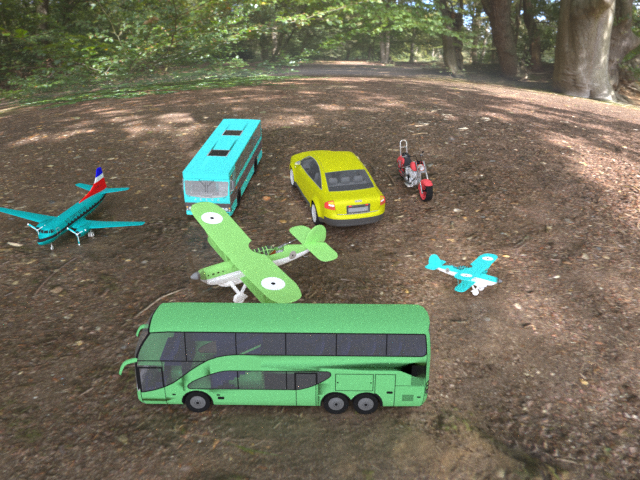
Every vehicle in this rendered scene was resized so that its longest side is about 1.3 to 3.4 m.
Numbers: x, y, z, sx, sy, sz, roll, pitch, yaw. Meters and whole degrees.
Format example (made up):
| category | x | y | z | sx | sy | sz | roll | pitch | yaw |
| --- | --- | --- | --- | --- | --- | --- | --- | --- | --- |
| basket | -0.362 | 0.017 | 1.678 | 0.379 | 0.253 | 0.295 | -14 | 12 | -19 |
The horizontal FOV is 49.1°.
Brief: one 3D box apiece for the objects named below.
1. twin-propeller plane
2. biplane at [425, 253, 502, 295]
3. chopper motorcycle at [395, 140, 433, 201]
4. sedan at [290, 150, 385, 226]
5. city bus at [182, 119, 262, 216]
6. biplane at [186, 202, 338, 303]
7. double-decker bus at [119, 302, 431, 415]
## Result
| category | x | y | z | sx | sy | sz | roll | pitch | yaw |
| --- | --- | --- | --- | --- | --- | --- | --- | --- | --- |
| twin-propeller plane | -4.043 | -0.524 | 11.532 | 2.663 | 0.792 | 2.129 | 6 | 26 | 12 |
| biplane | 2.036 | 0.454 | 9.833 | 1.090 | 0.504 | 1.336 | 15 | 30 | 28 |
| chopper motorcycle | 1.792 | -1.321 | 13.219 | 0.466 | 0.761 | 1.563 | -6 | 26 | -13 |
| sedan | 0.236 | -1.124 | 12.604 | 1.235 | 0.940 | 3.137 | -6 | 26 | -13 |
| city bus | -1.759 | -1.414 | 13.258 | 0.926 | 0.894 | 3.255 | 2 | 26 | 5 |
| biplane | -0.782 | 0.282 | 9.642 | 2.120 | 0.981 | 2.598 | -16 | 30 | -30 |
| double-decker bus | -0.451 | 1.247 | 7.558 | 3.251 | 1.052 | 0.756 | 0 | 26 | 1 |
